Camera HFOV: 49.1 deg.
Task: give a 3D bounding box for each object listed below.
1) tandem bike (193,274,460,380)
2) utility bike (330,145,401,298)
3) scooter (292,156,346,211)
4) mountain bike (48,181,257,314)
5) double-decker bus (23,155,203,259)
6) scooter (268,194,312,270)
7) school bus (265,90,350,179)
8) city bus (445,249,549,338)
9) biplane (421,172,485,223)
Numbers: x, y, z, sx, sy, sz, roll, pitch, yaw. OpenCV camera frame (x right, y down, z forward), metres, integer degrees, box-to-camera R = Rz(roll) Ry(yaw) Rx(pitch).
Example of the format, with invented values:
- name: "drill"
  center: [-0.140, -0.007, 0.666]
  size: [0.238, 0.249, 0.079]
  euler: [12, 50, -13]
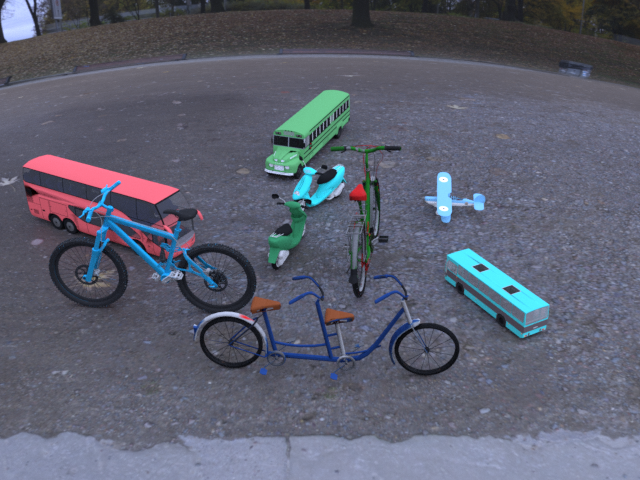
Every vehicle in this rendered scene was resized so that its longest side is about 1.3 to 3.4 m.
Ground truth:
- name: "tandem bike"
  center: [0.062, 1.031, 8.262]
  size: [3.192, 1.326, 0.550]
  euler: [2, 29, 3]
- name: "utility bike"
  center: [0.598, -0.435, 10.343]
  size: [1.039, 1.839, 2.791]
  euler: [5, 30, 9]
- name: "scooter"
  center: [-0.016, -1.019, 12.318]
  size: [0.662, 0.919, 1.399]
  euler: [24, 37, 36]
- name: "mountain bike"
  center: [-2.272, 0.225, 9.324]
  size: [2.857, 1.688, 1.114]
  euler: [3, 29, 5]
- name: "double-decker bus"
  center: [-3.423, -0.548, 11.346]
  size: [3.251, 1.052, 0.756]
  euler: [15, 33, 25]
- name: "scooter"
  center: [-0.490, -0.192, 10.849]
  size: [0.662, 0.919, 1.399]
  euler: [10, 31, 17]
- name: "school bus"
  center: [-0.214, -2.249, 14.579]
  size: [0.709, 0.844, 3.322]
  euler: [11, 31, 18]
- name: "city bus"
  center: [2.401, 0.723, 9.691]
  size: [0.476, 0.460, 1.674]
  euler: [-15, 33, -24]
- name: "biplane"
  center: [2.299, -0.666, 12.113]
  size: [1.090, 0.504, 1.336]
  euler: [4, 30, 7]
